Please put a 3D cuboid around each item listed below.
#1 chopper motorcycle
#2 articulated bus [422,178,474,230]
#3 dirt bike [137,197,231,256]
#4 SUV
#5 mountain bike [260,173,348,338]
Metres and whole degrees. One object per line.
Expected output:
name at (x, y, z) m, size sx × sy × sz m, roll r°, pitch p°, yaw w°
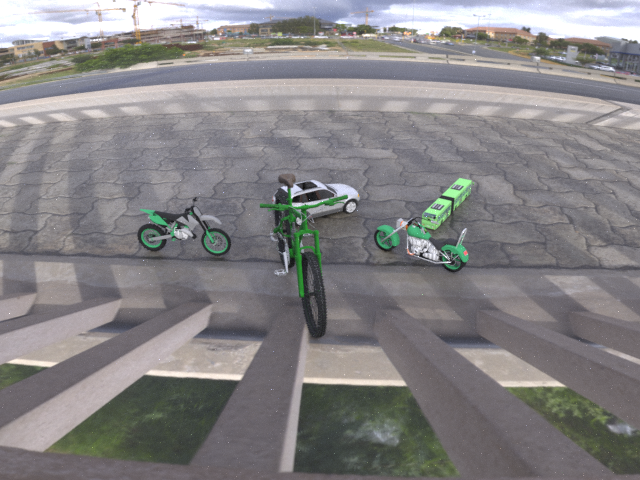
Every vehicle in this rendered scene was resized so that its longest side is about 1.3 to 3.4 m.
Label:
chopper motorcycle at (1.504, -0.022, 10.477) m, size 1.563 × 0.761 × 0.466 m, roll 20°, pitch 34°, yaw 32°
articulated bus at (2.221, -0.645, 12.138) m, size 0.311 × 0.289 × 1.749 m, roll 15°, pitch 32°, yaw 26°
dirt bike at (-2.088, -0.177, 10.664) m, size 1.493 × 0.857 × 0.527 m, roll 4°, pitch 29°, yaw 8°
SUV at (-0.061, -0.717, 11.963) m, size 1.572 × 0.580 × 0.656 m, roll -15°, pitch 32°, yaw -26°
mountain bike at (-0.313, 0.016, 9.426) m, size 1.114 × 1.688 × 2.857 m, roll -7°, pitch 29°, yaw -12°
